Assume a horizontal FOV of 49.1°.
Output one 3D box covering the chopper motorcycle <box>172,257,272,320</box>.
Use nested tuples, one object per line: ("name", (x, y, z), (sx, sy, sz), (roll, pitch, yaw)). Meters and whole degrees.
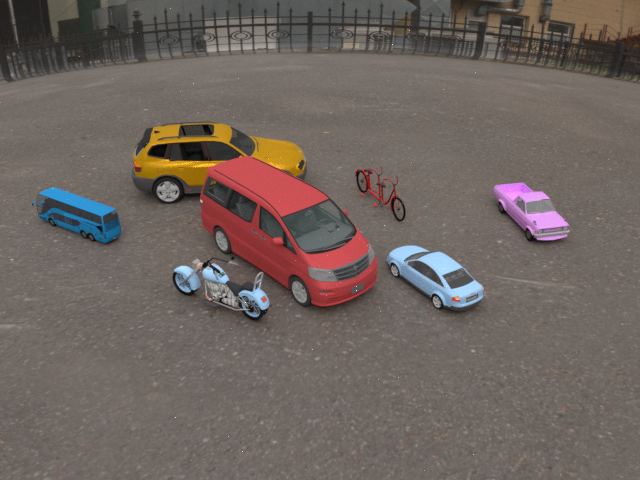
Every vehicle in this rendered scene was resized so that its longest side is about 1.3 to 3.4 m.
("chopper motorcycle", (-1.327, 0.549, 9.160), (1.563, 0.761, 0.466), (17, 34, 28))

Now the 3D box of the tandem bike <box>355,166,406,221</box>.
("tandem bike", (1.005, -0.893, 11.794), (0.283, 0.682, 1.642), (-14, 32, -23))

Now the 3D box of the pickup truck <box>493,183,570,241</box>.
("pickup truck", (3.391, -0.525, 11.316), (0.640, 0.511, 1.603), (-6, 30, -11))

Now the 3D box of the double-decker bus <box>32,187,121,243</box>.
("double-decker bus", (-3.859, -0.409, 11.080), (1.672, 0.541, 0.389), (18, 34, 28))

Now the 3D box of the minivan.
("minivan", (-0.496, -0.191, 10.028), (1.324, 1.197, 3.011), (-23, 37, -35))

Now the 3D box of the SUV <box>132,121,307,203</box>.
("SUV", (-1.762, -1.440, 12.307), (3.058, 1.128, 1.276), (-3, 30, -6))

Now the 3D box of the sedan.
("sedan", (1.554, 0.434, 9.647), (0.635, 0.483, 1.613), (-17, 34, -28))
